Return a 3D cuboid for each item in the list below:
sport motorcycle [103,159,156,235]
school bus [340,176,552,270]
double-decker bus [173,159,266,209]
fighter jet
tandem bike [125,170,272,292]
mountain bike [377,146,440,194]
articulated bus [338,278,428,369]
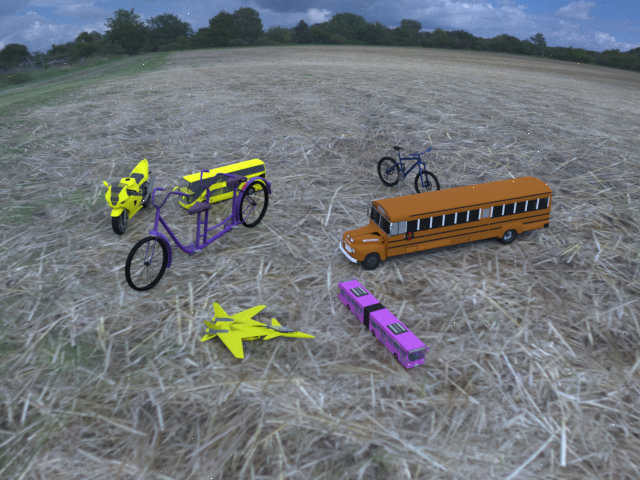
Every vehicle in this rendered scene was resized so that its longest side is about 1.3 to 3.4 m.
[{"bbox_3d":[-3.082,-0.717,11.408,0.506,0.821,1.520,3,27,7],"label":"sport motorcycle"},{"bbox_3d":[1.908,-0.297,10.563,3.322,0.844,0.709,-10,29,-18],"label":"school bus"},{"bbox_3d":[-1.715,-0.973,12.216,1.672,0.541,0.389,-19,33,-32],"label":"double-decker bus"},{"bbox_3d":[-0.726,1.051,8.541,1.358,0.286,1.147,4,27,9],"label":"fighter jet"},{"bbox_3d":[-1.670,-0.379,10.195,0.550,1.326,3.192,16,31,29],"label":"tandem bike"},{"bbox_3d":[1.551,-1.227,12.352,0.573,0.868,1.469,-22,34,-36],"label":"mountain bike"},{"bbox_3d":[0.725,0.993,8.652,0.311,0.289,1.749,-13,30,-23],"label":"articulated bus"}]
